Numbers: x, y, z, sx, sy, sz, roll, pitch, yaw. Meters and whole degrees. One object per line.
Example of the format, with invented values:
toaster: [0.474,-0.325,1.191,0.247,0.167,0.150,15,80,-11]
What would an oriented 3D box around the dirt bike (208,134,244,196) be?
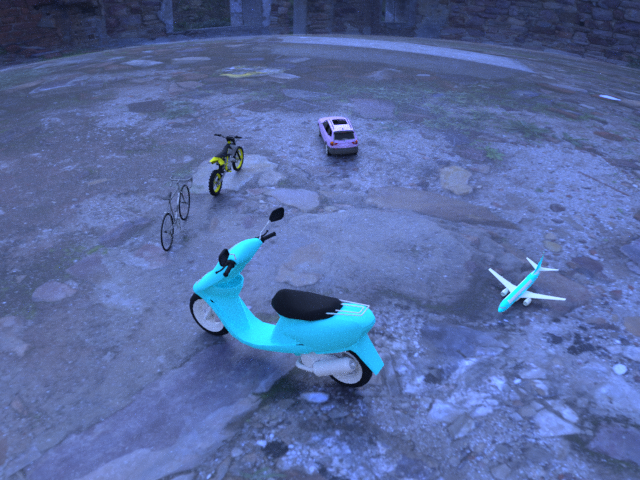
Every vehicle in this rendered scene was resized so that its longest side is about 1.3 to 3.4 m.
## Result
dirt bike: [-1.694,-1.432,12.626,0.527,0.857,1.493,9,33,14]

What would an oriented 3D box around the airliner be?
airliner: [2.818,0.597,9.742,1.161,0.429,1.307,24,39,33]

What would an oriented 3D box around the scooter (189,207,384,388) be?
scooter: [-0.495,0.717,8.253,2.721,1.786,1.288,16,35,25]

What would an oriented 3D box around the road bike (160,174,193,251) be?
road bike: [-2.290,-0.478,11.084,0.358,0.852,1.545,3,32,5]

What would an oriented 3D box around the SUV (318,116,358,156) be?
SUV: [0.358,-2.197,14.132,0.656,0.580,1.572,-5,32,-8]
